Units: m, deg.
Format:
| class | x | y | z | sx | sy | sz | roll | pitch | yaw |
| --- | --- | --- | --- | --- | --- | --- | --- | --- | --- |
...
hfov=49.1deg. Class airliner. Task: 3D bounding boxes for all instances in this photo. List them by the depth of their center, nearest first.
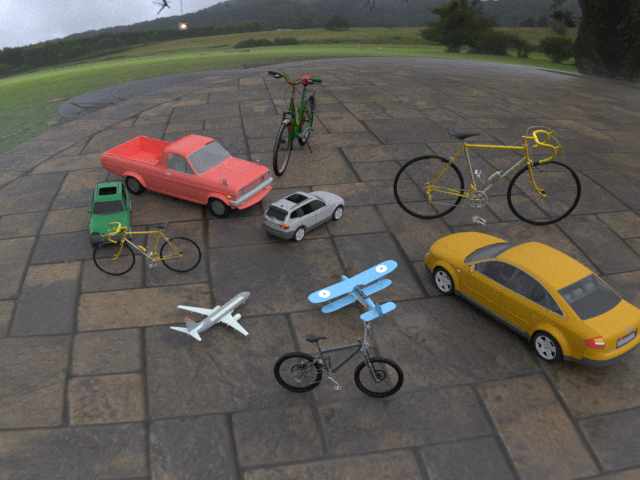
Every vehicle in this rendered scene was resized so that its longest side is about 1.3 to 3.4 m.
| class | x | y | z | sx | sy | sz | roll | pitch | yaw |
| --- | --- | --- | --- | --- | --- | --- | --- | --- | --- |
| airliner | -1.325 | 0.894 | 9.145 | 1.161 | 0.429 | 1.307 | 17 | 34 | 28 |

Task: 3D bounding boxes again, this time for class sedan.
| class | x | y | z | sx | sy | sz | roll | pitch | yaw |
| --- | --- | --- | --- | --- | --- | --- | --- | --- | --- |
| sedan | 2.697 | 0.552 | 9.232 | 1.235 | 0.940 | 3.137 | -19 | 34 | -30 |

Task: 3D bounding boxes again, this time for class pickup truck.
| class | x | y | z | sx | sy | sz | roll | pitch | yaw |
| --- | --- | --- | --- | --- | --- | --- | --- | --- | --- |
| pickup truck | -2.403 | -1.310 | 12.498 | 3.117 | 0.993 | 1.244 | 15 | 33 | 25 |

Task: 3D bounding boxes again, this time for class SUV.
| class | x | y | z | sx | sy | sz | roll | pitch | yaw |
| --- | --- | --- | --- | --- | --- | --- | --- | --- | --- |
| SUV | -3.431 | -0.475 | 11.430 | 0.656 | 0.580 | 1.572 | -7 | 30 | -12 |
| SUV | -0.251 | -0.497 | 11.469 | 0.656 | 0.580 | 1.572 | 23 | 36 | 35 |

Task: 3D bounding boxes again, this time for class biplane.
| class | x | y | z | sx | sy | sz | roll | pitch | yaw |
| --- | --- | --- | --- | --- | --- | --- | --- | --- | --- |
| biplane | 0.526 | 0.746 | 9.331 | 1.336 | 0.504 | 1.090 | -15 | 32 | -24 |

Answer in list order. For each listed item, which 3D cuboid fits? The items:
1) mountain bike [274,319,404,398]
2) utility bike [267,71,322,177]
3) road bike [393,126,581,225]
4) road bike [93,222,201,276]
| class | x | y | z | sx | sy | sz | roll | pitch | yaw |
| --- | --- | --- | --- | --- | --- | --- | --- | --- | --- |
| mountain bike | 0.206 | 1.388 | 7.815 | 1.469 | 0.868 | 0.573 | 3 | 29 | 5 |
| utility bike | -0.378 | -2.451 | 13.667 | 1.039 | 1.839 | 2.791 | 7 | 30 | 12 |
| road bike | 2.704 | -1.021 | 11.305 | 3.004 | 1.656 | 0.697 | 3 | 29 | 6 |
| road bike | -2.499 | 0.126 | 10.082 | 1.545 | 0.852 | 0.358 | -3 | 29 | -5 |
